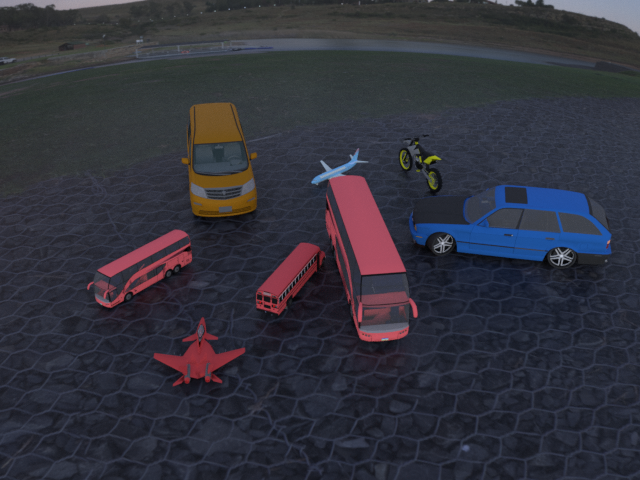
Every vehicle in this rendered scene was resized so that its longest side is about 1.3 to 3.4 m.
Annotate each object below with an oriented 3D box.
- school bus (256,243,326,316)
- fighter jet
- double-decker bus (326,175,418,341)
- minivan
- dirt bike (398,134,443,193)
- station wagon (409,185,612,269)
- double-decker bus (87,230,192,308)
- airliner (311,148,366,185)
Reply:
[{"bbox_3d":[-0.383,0.502,10.213,0.365,0.434,1.708,12,32,20],"label":"school bus"},{"bbox_3d":[-1.538,1.319,8.951,1.147,0.286,1.358,-3,30,-5],"label":"fighter jet"},{"bbox_3d":[0.630,0.191,10.133,0.756,1.052,3.251,-4,30,-7],"label":"double-decker bus"},{"bbox_3d":[-1.876,-1.528,12.952,1.324,1.197,3.011,-5,31,-9],"label":"minivan"},{"bbox_3d":[1.890,-1.505,13.252,0.527,0.857,1.493,-13,33,-21],"label":"dirt bike"},{"bbox_3d":[2.988,-0.324,11.151,3.105,0.920,1.327,6,31,10],"label":"station wagon"},{"bbox_3d":[-2.592,0.415,10.256,0.389,0.541,1.672,21,36,32],"label":"double-decker bus"},{"bbox_3d":[0.313,-1.406,13.506,1.307,0.429,1.161,-25,39,-36],"label":"airliner"}]
